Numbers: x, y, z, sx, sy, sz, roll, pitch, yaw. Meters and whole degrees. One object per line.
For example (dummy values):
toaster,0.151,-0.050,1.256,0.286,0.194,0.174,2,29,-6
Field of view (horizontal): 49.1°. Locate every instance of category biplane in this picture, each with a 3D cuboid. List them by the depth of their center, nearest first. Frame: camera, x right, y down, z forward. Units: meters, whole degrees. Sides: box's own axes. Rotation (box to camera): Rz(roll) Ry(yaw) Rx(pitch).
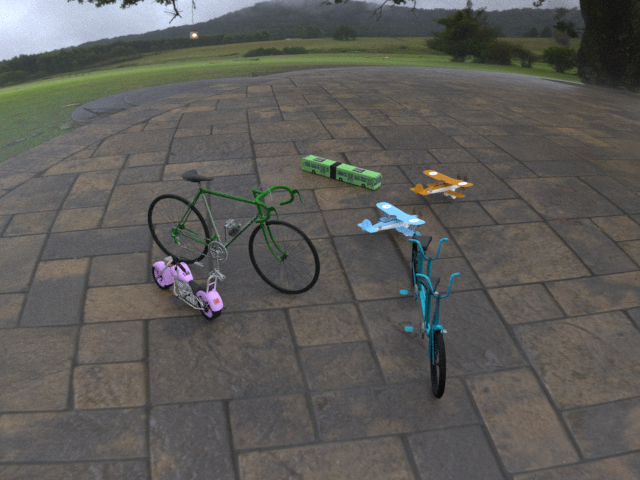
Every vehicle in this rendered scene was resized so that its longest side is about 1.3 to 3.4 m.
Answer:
biplane,1.162,-0.284,11.528,1.090,0.504,1.336,-12,31,-21
biplane,2.179,-0.969,12.795,1.090,0.504,1.336,-14,31,-24

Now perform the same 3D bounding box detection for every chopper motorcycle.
chopper motorcycle,-1.875,0.556,9.704,0.466,0.761,1.563,-25,37,-38

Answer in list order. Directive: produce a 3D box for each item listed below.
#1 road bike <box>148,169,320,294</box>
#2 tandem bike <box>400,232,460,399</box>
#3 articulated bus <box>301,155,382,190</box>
road bike,-1.331,-0.171,10.107,3.004,1.656,0.697,14,31,24
tandem bike,1.384,0.621,8.989,0.550,1.326,3.192,1,28,1
articulated bus,0.404,-1.336,13.701,1.749,0.289,0.311,19,34,31
